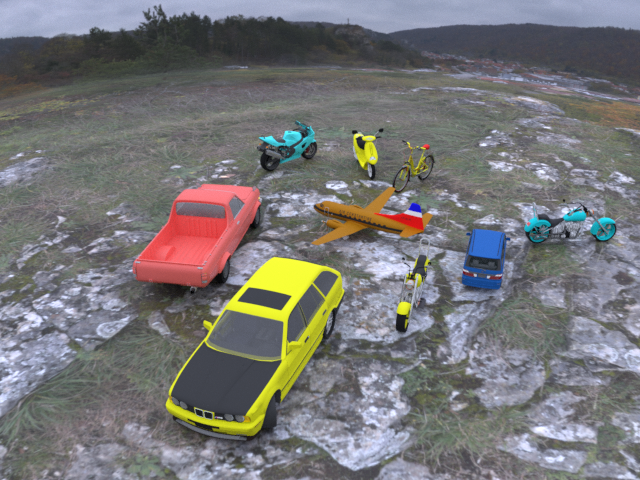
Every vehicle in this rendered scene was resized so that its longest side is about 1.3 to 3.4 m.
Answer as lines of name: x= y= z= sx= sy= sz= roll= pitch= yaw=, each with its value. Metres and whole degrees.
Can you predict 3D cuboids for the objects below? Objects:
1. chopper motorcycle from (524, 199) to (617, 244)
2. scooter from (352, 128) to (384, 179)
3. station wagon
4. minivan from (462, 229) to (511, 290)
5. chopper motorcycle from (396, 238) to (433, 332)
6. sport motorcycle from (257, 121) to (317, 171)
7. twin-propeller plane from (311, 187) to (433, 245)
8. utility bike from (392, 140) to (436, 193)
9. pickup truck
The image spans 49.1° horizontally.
chopper motorcycle: x=4.146 y=-0.302 z=11.521 sx=1.563 sy=0.761 sz=0.466 roll=-3 pitch=28 yaw=-6
scooter: x=0.929 y=-1.886 z=14.387 sx=0.662 sy=0.919 sz=1.399 roll=-6 pitch=28 yaw=-11
station wagon: x=-0.695 y=1.130 z=8.604 sx=1.327 sy=0.920 sz=3.105 roll=10 pitch=29 yaw=18
minivan: x=2.547 y=0.184 z=10.748 sx=0.681 sy=0.616 sz=1.548 roll=8 pitch=29 yaw=14
chopper motorcycle: x=1.304 y=0.612 z=9.771 sx=0.466 sy=0.761 sz=1.563 roll=9 pitch=29 yaw=17
sport motorcycle: x=-0.649 y=-1.959 z=14.632 sx=1.520 sy=0.821 sz=0.506 roll=-22 pitch=35 yaw=-35
twin-propeller plane: x=0.781 y=-0.453 z=11.777 sx=2.129 sy=0.792 sz=2.663 roll=17 pitch=32 yaw=29
utility bike: x=1.890 y=-1.473 z=13.566 sx=0.535 sy=0.946 sz=1.435 roll=22 pitch=35 yaw=36
pickup truck: x=-1.841 y=-0.213 z=11.100 sx=1.244 sy=0.993 sz=3.117 roll=5 pitch=28 yaw=9
